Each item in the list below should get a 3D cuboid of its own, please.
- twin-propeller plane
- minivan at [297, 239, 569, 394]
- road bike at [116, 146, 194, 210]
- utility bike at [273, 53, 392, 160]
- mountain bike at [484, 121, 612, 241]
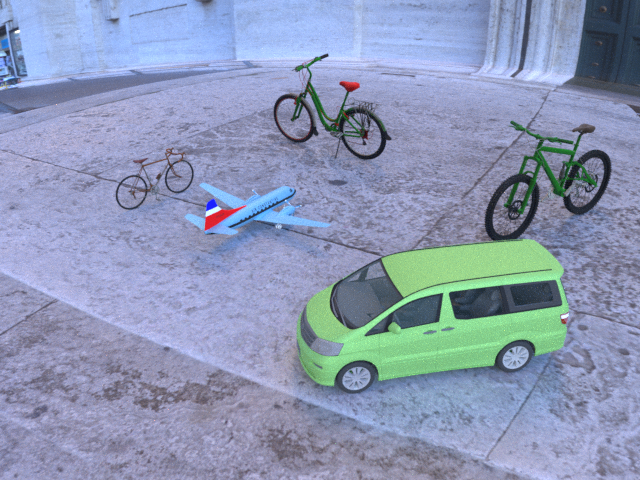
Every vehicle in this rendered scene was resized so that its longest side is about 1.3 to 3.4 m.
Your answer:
[{"bbox_3d":[-1.044,-0.557,10.908,2.663,0.792,2.129,19,33,32],"label":"twin-propeller plane"},{"bbox_3d":[1.234,0.787,7.919,3.011,1.197,1.324,-5,28,-10],"label":"minivan"},{"bbox_3d":[-2.770,-1.054,11.789,0.358,0.852,1.545,25,36,38],"label":"road bike"},{"bbox_3d":[0.128,-2.549,13.570,2.791,1.839,1.039,18,33,30],"label":"utility bike"},{"bbox_3d":[3.586,-0.962,10.716,2.857,1.688,1.114,-18,33,-30],"label":"mountain bike"}]
